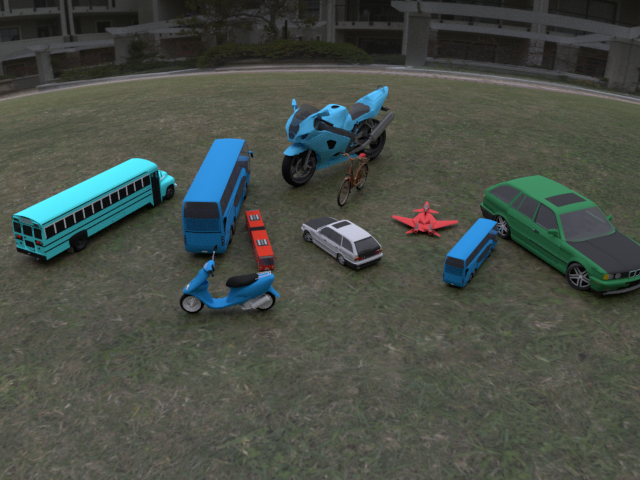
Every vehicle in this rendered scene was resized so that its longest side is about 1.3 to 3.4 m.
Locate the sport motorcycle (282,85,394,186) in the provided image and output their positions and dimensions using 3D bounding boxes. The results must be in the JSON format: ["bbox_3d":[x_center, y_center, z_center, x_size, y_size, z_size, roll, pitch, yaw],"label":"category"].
[{"bbox_3d":[0.350,-2.135,14.168,2.955,1.596,0.983,-25,36,-38],"label":"sport motorcycle"}]

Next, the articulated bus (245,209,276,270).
[{"bbox_3d":[-1.012,-0.029,11.591,0.311,0.289,1.749,-6,28,-11],"label":"articulated bus"}]

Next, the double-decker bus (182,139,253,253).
[{"bbox_3d":[-1.764,-0.887,12.395,0.756,1.052,3.251,1,28,2],"label":"double-decker bus"}]

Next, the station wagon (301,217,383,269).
[{"bbox_3d":[0.327,-0.059,11.450,0.682,0.473,1.597,-18,33,-31],"label":"station wagon"}]

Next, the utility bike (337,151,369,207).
[{"bbox_3d":[0.689,-1.234,13.163,0.535,0.946,1.435,13,30,23],"label":"utility bike"}]

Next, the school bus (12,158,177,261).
[{"bbox_3d":[-3.758,-0.655,12.179,0.709,0.844,3.322,14,31,24],"label":"school bus"}]

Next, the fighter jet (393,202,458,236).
[{"bbox_3d":[1.877,-0.482,12.448,1.147,0.286,1.358,5,28,10],"label":"fighter jet"}]

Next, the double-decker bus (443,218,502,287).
[{"bbox_3d":[2.394,0.160,10.964,0.389,0.541,1.672,16,32,27],"label":"double-decker bus"}]

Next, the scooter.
[{"bbox_3d":[-1.271,0.605,9.722,1.399,0.919,0.662,-2,28,-4],"label":"scooter"}]

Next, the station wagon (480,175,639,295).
[{"bbox_3d":[3.927,-0.218,11.272,1.327,0.920,3.105,-12,30,-21],"label":"station wagon"}]
